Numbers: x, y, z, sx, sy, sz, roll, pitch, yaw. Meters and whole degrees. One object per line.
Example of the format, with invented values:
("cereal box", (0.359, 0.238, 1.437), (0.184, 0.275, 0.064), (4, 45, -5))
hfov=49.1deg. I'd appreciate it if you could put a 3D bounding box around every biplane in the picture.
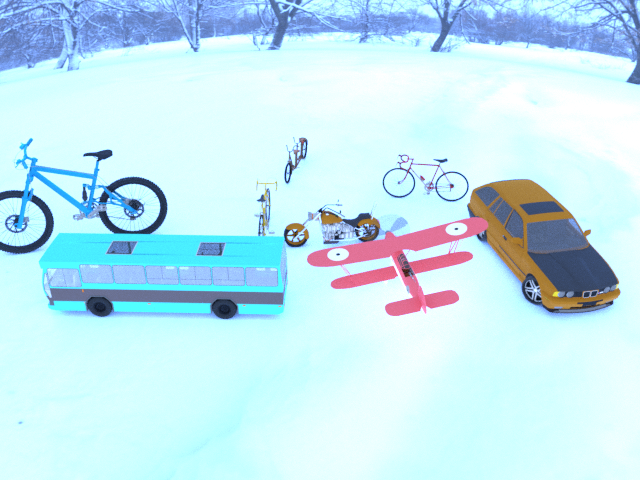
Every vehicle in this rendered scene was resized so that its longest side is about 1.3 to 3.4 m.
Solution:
("biplane", (1.150, 0.421, 9.790), (2.598, 0.981, 2.120), (-4, 30, -8))

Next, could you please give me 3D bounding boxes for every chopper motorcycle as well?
("chopper motorcycle", (0.198, -0.266, 11.199), (1.563, 0.761, 0.466), (-3, 30, -4))

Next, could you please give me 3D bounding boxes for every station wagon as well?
("station wagon", (3.342, -0.062, 10.685), (1.327, 0.920, 3.105), (-6, 31, -10))

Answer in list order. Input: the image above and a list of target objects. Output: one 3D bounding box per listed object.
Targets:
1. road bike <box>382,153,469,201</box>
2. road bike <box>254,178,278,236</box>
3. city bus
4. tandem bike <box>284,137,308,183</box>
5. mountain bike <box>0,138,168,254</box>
("road bike", (1.899, -1.108, 12.565), (1.545, 0.852, 0.358), (5, 30, 8))
("road bike", (-0.908, -0.457, 11.439), (0.358, 0.852, 1.545), (1, 30, 2))
("city bus", (-2.103, 0.498, 9.744), (3.255, 0.894, 0.926), (1, 30, 2))
("tandem bike", (-0.459, -1.691, 13.744), (0.283, 0.682, 1.642), (7, 31, 12))
("mountain bike", (-3.867, -0.659, 10.952), (2.857, 1.688, 1.114), (-8, 31, -14))
